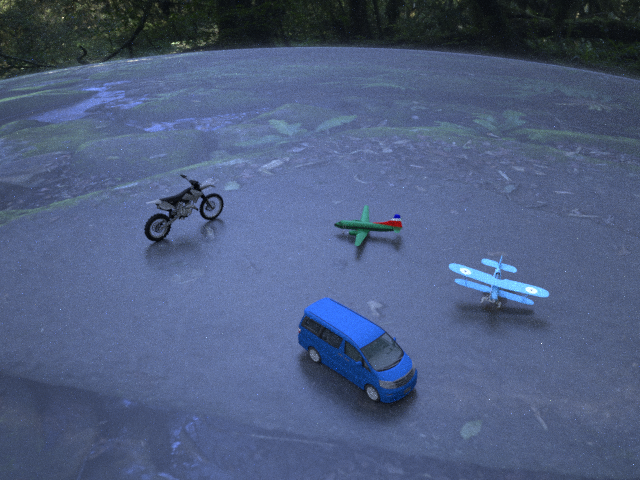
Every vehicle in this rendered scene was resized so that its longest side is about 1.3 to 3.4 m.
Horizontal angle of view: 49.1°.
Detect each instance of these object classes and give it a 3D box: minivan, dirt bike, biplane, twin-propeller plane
[{"bbox_3d":[0.437,1.272,8.243,0.681,0.616,1.548,-26,39,-38],"label":"minivan"},{"bbox_3d":[-2.169,-0.542,11.178,1.493,0.857,0.527,-25,38,-36],"label":"dirt bike"},{"bbox_3d":[2.432,0.583,9.562,1.336,0.504,1.090,9,31,15],"label":"biplane"},{"bbox_3d":[0.764,-0.264,11.145,1.095,0.407,1.370,5,30,8],"label":"twin-propeller plane"}]
